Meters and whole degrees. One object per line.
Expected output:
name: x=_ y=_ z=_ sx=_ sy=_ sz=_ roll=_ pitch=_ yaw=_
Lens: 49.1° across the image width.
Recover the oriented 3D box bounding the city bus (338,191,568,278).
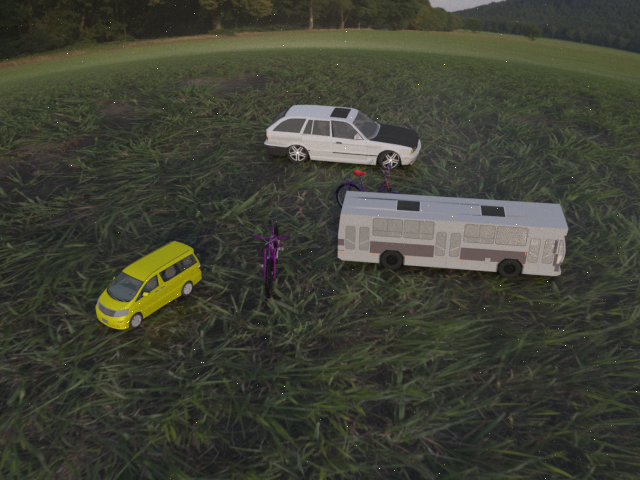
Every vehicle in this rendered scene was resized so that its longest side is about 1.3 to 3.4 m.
city bus: x=1.927 y=-0.075 z=10.486 sx=3.255 sy=0.894 sz=0.926 roll=4 pitch=30 yaw=7

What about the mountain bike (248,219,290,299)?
mountain bike: x=-0.693 y=0.176 z=10.072 sx=0.573 sy=0.868 sz=1.469 roll=1 pitch=30 yaw=2

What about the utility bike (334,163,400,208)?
utility bike: x=0.895 y=-0.835 z=11.772 sx=1.435 sy=0.946 sz=0.535 roll=14 pitch=33 yaw=23

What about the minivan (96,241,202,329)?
minivan: x=-2.344 y=0.603 z=9.575 sx=0.681 sy=0.616 sz=1.548 roll=20 pitch=35 yaw=31

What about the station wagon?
station wagon: x=0.478 y=-2.123 z=14.063 sx=3.105 sy=0.920 sz=1.327 roll=6 pitch=30 yaw=11
